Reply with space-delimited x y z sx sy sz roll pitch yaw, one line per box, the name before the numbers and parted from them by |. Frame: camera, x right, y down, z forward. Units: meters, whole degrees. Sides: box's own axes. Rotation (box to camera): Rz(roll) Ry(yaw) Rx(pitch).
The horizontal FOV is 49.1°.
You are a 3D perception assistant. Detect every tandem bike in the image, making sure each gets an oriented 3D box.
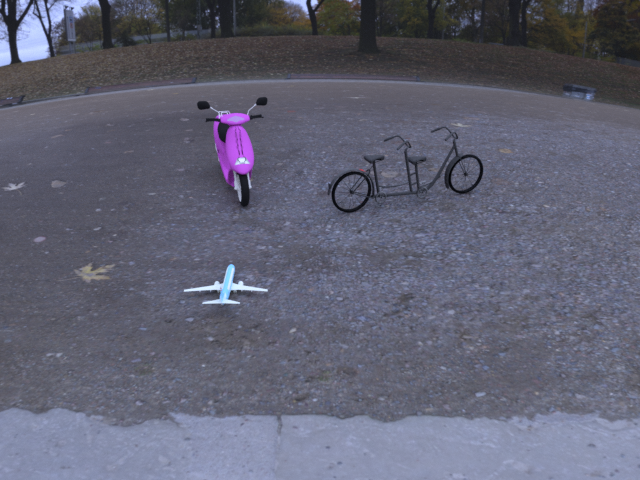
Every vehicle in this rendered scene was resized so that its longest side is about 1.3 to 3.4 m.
tandem bike | 1.610 -1.281 12.612 3.192 1.326 0.550 -10 27 -20

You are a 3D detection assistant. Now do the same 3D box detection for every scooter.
scooter | -1.660 -1.875 13.318 1.288 1.786 2.721 -7 26 -13

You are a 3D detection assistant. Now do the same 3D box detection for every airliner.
airliner | -1.310 0.553 9.824 1.161 0.429 1.307 0 26 0
